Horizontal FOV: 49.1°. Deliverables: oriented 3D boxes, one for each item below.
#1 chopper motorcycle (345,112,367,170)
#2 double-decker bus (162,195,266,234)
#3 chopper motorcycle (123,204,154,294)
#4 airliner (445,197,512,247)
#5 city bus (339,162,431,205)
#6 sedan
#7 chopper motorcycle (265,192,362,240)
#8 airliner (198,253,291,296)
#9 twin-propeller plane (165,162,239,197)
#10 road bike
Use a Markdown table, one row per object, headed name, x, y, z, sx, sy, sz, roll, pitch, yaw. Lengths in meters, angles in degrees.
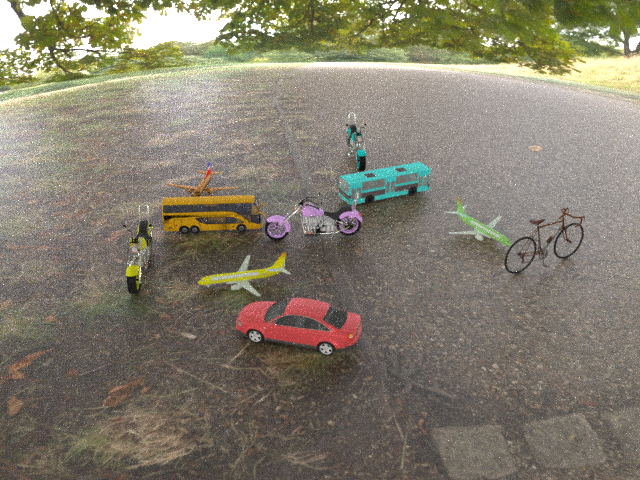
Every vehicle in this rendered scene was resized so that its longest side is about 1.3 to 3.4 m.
| name | x | y | z | sx | sy | sz | roll | pitch | yaw |
| --- | --- | --- | --- | --- | --- | --- | --- | --- | --- |
| chopper motorcycle | 0.744 | -2.007 | 14.204 | 0.466 | 0.761 | 1.563 | -3 | 28 | -6 |
| double-decker bus | -1.730 | -0.430 | 11.468 | 1.672 | 0.541 | 0.389 | -2 | 28 | -4 |
| chopper motorcycle | -2.642 | 0.115 | 10.208 | 0.466 | 0.761 | 1.563 | -2 | 28 | -4 |
| airliner | 2.623 | -0.282 | 11.309 | 1.161 | 0.429 | 1.307 | -17 | 32 | -29 |
| city bus | 1.181 | -1.007 | 12.643 | 1.674 | 0.460 | 0.476 | -12 | 30 | -21 |
| sedan | -0.279 | 1.014 | 8.811 | 1.613 | 0.483 | 0.635 | 8 | 29 | 14 |
| chopper motorcycle | -0.100 | -0.378 | 11.136 | 1.563 | 0.761 | 0.466 | -2 | 28 | -4 |
| airliner | -1.093 | 0.430 | 9.967 | 1.307 | 0.429 | 1.161 | -6 | 29 | -11 |
| twin-propeller plane | -2.138 | -1.059 | 12.796 | 1.370 | 0.407 | 1.095 | 3 | 28 | 6 |
| road bike | 3.338 | 0.007 | 10.315 | 1.545 | 0.852 | 0.358 | -14 | 31 | -24 |
